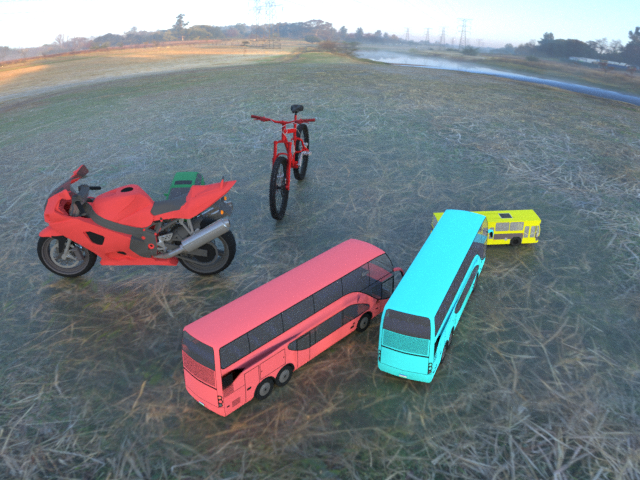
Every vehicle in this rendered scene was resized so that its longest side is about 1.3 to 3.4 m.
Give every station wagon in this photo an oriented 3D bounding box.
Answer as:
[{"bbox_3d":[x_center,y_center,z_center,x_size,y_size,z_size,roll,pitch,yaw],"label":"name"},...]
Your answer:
[{"bbox_3d":[-2.424,-0.799,12.491,0.682,0.473,1.597,-1,28,-3],"label":"station wagon"}]

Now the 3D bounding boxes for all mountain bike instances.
[{"bbox_3d":[-0.533,-1.560,12.632,1.114,1.688,2.857,5,28,9],"label":"mountain bike"}]

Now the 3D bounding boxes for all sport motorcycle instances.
[{"bbox_3d":[-2.652,-0.186,10.125,2.955,1.596,0.983,-1,28,-2],"label":"sport motorcycle"}]

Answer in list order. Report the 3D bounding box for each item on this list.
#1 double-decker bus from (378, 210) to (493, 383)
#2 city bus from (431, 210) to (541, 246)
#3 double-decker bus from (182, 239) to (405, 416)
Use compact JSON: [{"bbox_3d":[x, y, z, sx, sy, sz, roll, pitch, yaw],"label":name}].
[{"bbox_3d":[1.598,0.574,9.267,0.756,1.052,3.251,11,30,20],"label":"double-decker bus"},{"bbox_3d":[2.670,-0.175,11.322,1.674,0.460,0.476,-2,28,-4],"label":"city bus"},{"bbox_3d":[-0.226,0.929,8.595,0.756,1.052,3.251,23,35,36],"label":"double-decker bus"}]
